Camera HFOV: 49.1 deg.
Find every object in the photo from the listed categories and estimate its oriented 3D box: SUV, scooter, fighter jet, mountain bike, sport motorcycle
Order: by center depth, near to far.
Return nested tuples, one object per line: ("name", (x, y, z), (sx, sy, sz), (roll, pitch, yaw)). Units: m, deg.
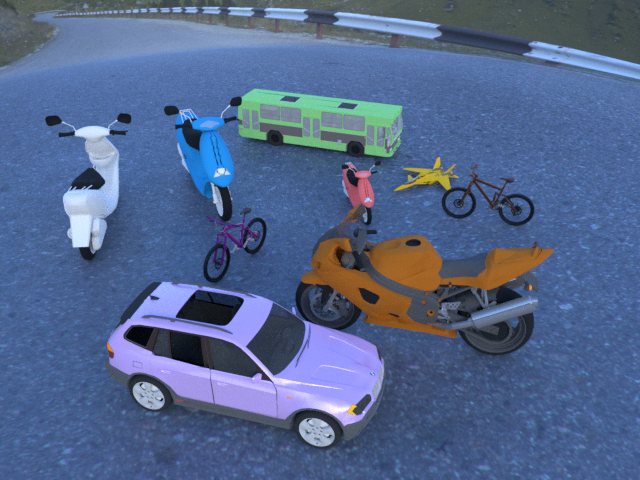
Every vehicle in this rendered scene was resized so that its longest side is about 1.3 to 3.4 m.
("SUV", (-0.815, 1.231, 7.614), (3.058, 1.128, 1.276), (8, 31, 14))
("sport motorcycle", (1.135, 0.553, 8.332), (2.955, 1.596, 0.983), (6, 30, 11))
("mountain bike", (-1.208, -0.004, 10.043), (0.573, 0.868, 1.469), (16, 34, 26))
("scooter", (-3.501, -0.978, 10.825), (1.288, 1.786, 2.721), (-3, 30, -5))
("mountain bike", (2.702, -0.680, 11.228), (1.469, 0.868, 0.573), (8, 31, 14))
("scooter", (0.629, -0.918, 11.595), (0.662, 0.919, 1.399), (-7, 30, -12))
("scooter", (-1.986, -1.589, 11.896), (1.288, 1.786, 2.721), (-12, 32, -20))
("fighter jet", (1.839, -1.145, 12.631), (1.358, 0.286, 1.147), (-21, 36, -32))

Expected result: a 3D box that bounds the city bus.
("city bus", (-0.014, -2.343, 14.119), (3.255, 0.894, 0.926), (10, 31, 18))
